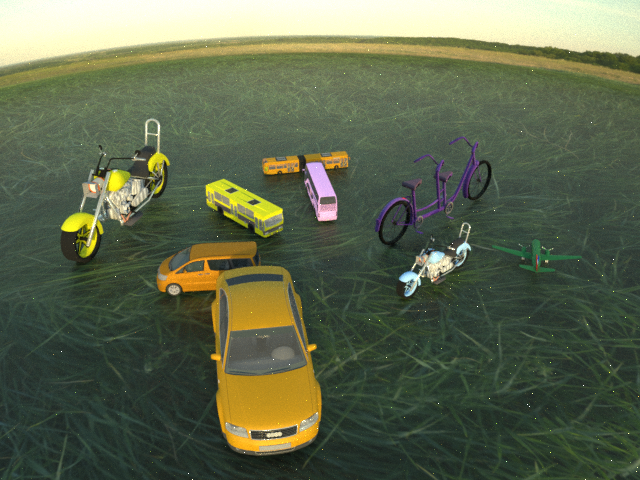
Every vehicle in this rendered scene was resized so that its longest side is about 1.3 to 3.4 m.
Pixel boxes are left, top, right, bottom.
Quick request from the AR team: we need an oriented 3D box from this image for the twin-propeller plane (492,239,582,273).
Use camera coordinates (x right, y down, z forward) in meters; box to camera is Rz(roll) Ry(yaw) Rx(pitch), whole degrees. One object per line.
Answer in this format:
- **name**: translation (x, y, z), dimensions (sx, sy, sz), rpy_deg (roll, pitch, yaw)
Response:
- **twin-propeller plane**: translation (3.392, 0.203, 10.966), dimensions (1.370, 0.407, 1.095), rpy_deg (7, 31, 13)

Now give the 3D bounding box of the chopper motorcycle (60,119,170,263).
- **chopper motorcycle**: translation (-3.415, -0.888, 11.791), dimensions (0.906, 1.480, 3.040), rpy_deg (9, 31, 15)

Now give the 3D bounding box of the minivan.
- **minivan**: translation (-1.655, 0.398, 10.416), dimensions (1.548, 0.616, 0.681), rpy_deg (-2, 30, -4)

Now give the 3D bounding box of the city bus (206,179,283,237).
- **city bus**: translation (-1.337, -0.555, 12.236), dimensions (0.476, 0.460, 1.674), rpy_deg (-25, 38, -36)

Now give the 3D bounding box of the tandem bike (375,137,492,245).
- **tandem bike**: translation (2.036, -0.910, 11.986), dimensions (3.192, 1.326, 0.550), rpy_deg (-26, 38, -37)

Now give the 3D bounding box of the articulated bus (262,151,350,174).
- **articulated bus**: translation (-0.280, -1.559, 14.161), dimensions (1.749, 0.289, 0.311), rpy_deg (-7, 30, -11)

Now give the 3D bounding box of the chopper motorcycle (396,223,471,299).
- **chopper motorcycle**: translation (1.718, 0.303, 10.435), dimensions (1.563, 0.761, 0.466), rpy_deg (-24, 38, -36)

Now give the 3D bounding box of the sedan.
- **sedan**: translation (-0.714, 1.252, 8.600), dimensions (1.235, 0.940, 3.137), rpy_deg (-4, 30, -8)

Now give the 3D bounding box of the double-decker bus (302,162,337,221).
- **double-decker bus**: translation (-0.006, -0.918, 12.789), dimensions (0.389, 0.541, 1.672), rpy_deg (-5, 30, -9)
